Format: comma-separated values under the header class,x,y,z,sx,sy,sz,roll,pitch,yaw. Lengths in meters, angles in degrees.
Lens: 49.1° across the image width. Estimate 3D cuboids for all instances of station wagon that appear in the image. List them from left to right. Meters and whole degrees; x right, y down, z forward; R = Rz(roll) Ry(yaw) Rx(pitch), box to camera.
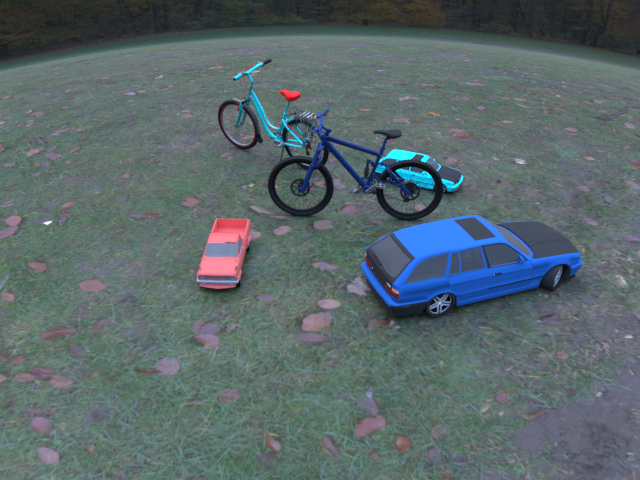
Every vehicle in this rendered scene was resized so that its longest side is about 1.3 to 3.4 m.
class,x,y,z,sx,sy,sz,roll,pitch,yaw
station wagon,1.796,-1.276,12.709,1.597,0.473,0.682,15,34,23
station wagon,2.181,0.211,9.827,3.105,0.920,1.327,-11,33,-17

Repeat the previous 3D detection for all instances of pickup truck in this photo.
class,x,y,z,sx,sy,sz,roll,pitch,yaw
pickup truck,-1.399,0.126,10.362,0.640,0.511,1.603,1,31,2

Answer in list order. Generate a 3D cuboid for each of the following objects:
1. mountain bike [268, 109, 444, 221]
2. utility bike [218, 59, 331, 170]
class,x,y,z,sx,sy,sz,roll,pitch,yaw
mountain bike,0.566,-1.099,11.247,2.857,1.688,1.114,2,31,4
utility bike,-0.957,-2.296,13.074,2.791,1.839,1.039,20,37,30
